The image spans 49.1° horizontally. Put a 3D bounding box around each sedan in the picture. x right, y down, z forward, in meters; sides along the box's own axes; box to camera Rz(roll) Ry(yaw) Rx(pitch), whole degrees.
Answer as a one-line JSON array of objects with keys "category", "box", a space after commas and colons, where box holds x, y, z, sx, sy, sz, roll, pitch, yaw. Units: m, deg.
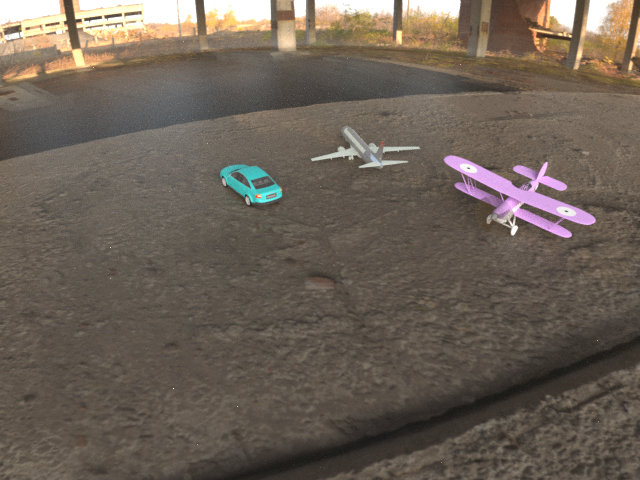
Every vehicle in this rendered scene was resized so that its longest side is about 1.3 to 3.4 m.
[{"category": "sedan", "box": [-1.283, -1.085, 12.775, 0.635, 0.483, 1.613, -19, 35, -29]}]

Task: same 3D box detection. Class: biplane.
[{"category": "biplane", "box": [3.359, -0.718, 11.646, 2.598, 0.981, 2.120, 21, 36, 32]}]

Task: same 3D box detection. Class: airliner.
[{"category": "airliner", "box": [0.843, -2.011, 14.022, 2.257, 0.835, 2.541, -8, 31, -14]}]
